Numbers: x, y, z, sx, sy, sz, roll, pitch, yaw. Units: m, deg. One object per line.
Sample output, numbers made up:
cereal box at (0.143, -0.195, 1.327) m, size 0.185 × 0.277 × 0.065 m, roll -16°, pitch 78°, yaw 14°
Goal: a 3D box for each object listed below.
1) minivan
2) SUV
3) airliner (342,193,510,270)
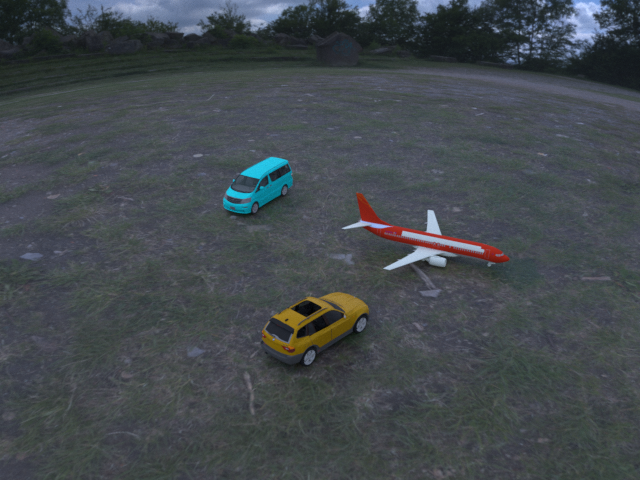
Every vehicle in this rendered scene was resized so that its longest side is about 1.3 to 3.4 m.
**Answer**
minivan at (-1.128, -1.000, 12.784) m, size 0.681 × 0.616 × 1.548 m, roll 15°, pitch 31°, yaw 28°
SUV at (-0.036, 1.021, 8.836) m, size 0.656 × 0.580 × 1.572 m, roll 23°, pitch 35°, yaw 38°
airliner at (1.689, -0.152, 10.869) m, size 2.541 × 0.835 × 2.257 m, roll 12°, pitch 29°, yaw 22°
